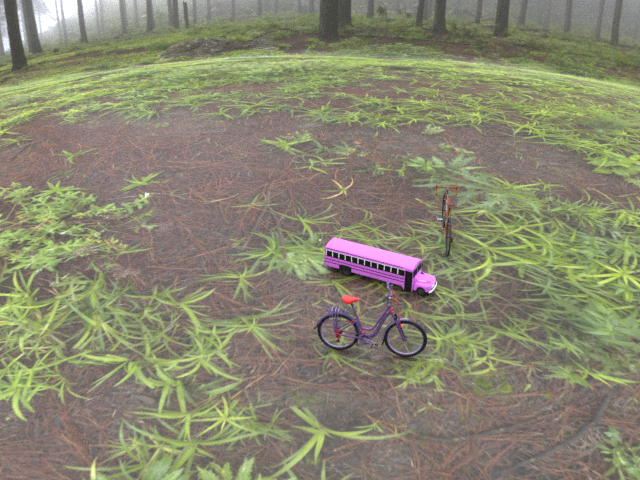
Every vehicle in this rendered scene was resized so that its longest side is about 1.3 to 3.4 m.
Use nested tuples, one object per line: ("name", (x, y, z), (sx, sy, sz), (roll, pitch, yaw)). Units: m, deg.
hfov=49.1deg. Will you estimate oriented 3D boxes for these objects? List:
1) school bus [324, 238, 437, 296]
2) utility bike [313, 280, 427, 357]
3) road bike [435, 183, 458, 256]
("school bus", (0.891, 0.385, 10.333), (1.708, 0.434, 0.365), (14, 32, 24))
("utility bike", (0.630, 0.984, 8.723), (1.435, 0.946, 0.535), (5, 29, 9))
("road bike", (2.048, -0.382, 11.286), (0.358, 0.852, 1.545), (2, 29, 4))
